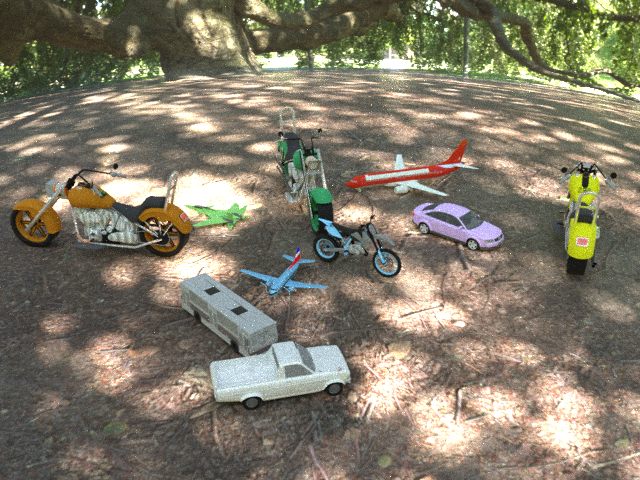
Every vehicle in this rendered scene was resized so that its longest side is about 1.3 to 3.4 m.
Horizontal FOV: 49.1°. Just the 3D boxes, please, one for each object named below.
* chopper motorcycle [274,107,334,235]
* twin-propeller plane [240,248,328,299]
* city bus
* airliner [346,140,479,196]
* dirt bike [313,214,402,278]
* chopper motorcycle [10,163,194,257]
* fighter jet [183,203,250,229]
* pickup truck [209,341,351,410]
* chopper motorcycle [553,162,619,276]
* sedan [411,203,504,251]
[{"bbox_3d":[-0.291,-1.294,12.542,0.906,1.480,3.040,-7,28,-14],"label":"chopper motorcycle"},{"bbox_3d":[-0.497,0.491,10.201,1.370,0.407,1.095,10,29,19],"label":"twin-propeller plane"},{"bbox_3d":[-1.219,0.991,9.156,0.476,0.460,1.674,-21,34,-35],"label":"city bus"},{"bbox_3d":[1.702,-1.422,13.509,2.541,0.835,2.257,-8,28,-15],"label":"airliner"},{"bbox_3d":[0.551,0.059,10.558,1.493,0.857,0.527,14,30,26],"label":"dirt bike"},{"bbox_3d":[-3.480,-0.484,10.942,3.040,1.480,0.906,6,27,11],"label":"chopper motorcycle"},{"bbox_3d":[-1.920,-0.544,12.382,1.358,0.286,1.147,16,31,29],"label":"fighter jet"},{"bbox_3d":[-0.460,1.506,8.082,1.603,0.511,0.640,-7,28,-13],"label":"pickup truck"},{"bbox_3d":[4.174,-0.590,11.150,0.906,1.480,3.040,8,28,16],"label":"chopper motorcycle"},{"bbox_3d":[2.283,-0.283,11.646,1.613,0.483,0.635,21,34,36],"label":"sedan"}]
